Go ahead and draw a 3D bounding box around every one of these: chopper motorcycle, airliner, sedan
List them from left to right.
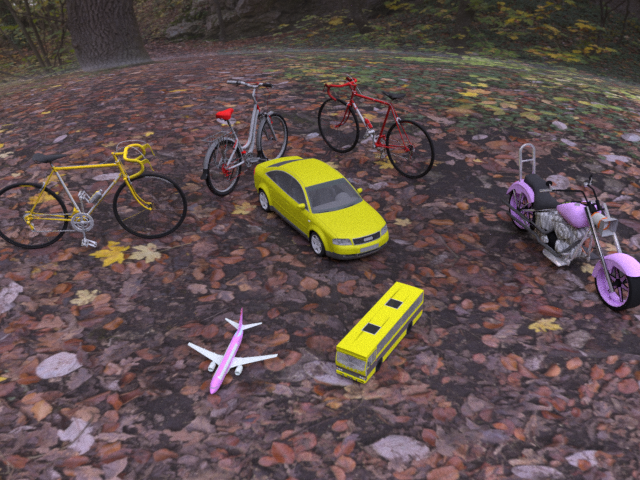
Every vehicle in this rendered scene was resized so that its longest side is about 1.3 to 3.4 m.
[{"bbox_3d":[-1.127,1.359,8.595,1.161,0.429,1.307,6,30,10],"label":"airliner"},{"bbox_3d":[-0.044,-0.696,11.713,1.235,0.940,3.137,-16,33,-26],"label":"sedan"},{"bbox_3d":[3.740,-0.263,10.397,0.906,1.480,3.040,-10,31,-17],"label":"chopper motorcycle"}]

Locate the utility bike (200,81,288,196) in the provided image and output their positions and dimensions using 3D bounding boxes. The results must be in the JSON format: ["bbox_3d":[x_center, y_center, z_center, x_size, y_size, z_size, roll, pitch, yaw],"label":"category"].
[{"bbox_3d":[-1.462,-2.009,13.123,1.039,1.839,2.791,16,33,26],"label":"utility bike"}]

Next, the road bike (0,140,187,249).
[{"bbox_3d":[-3.621,-0.665,10.930,3.004,1.656,0.697,-5,30,-9],"label":"road bike"}]

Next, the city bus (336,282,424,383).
[{"bbox_3d":[0.788,1.157,8.920,0.476,0.460,1.674,17,33,27],"label":"city bus"}]

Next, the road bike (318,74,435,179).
[{"bbox_3d":[1.037,-2.254,13.742,3.004,1.656,0.696,25,38,37],"label":"road bike"}]
